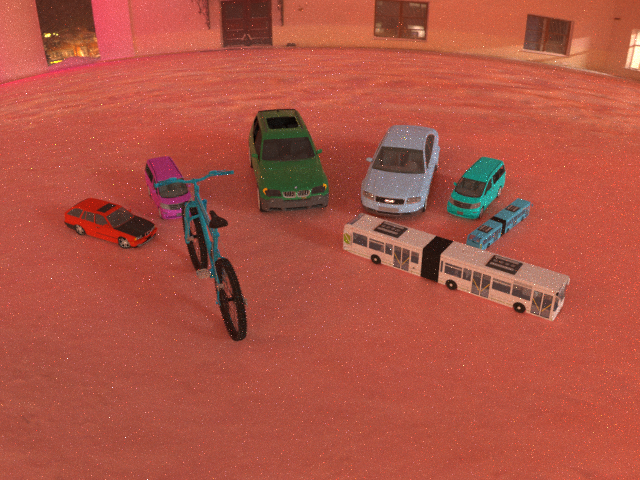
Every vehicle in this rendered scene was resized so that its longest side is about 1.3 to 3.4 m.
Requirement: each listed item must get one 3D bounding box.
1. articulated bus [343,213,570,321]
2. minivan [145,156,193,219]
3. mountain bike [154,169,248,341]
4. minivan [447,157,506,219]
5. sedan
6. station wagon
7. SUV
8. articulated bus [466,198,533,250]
[{"bbox_3d":[1.895,0.341,10.278,3.401,0.561,0.605,19,35,29],"label":"articulated bus"},{"bbox_3d":[-2.684,-0.930,12.407,0.681,0.616,1.548,-12,32,-20],"label":"minivan"},{"bbox_3d":[-1.509,0.099,9.574,1.114,1.688,2.857,-12,32,-20],"label":"mountain bike"},{"bbox_3d":[2.788,-0.930,12.408,0.681,0.616,1.548,17,34,27],"label":"minivan"},{"bbox_3d":[1.532,-1.430,12.943,1.235,0.940,3.137,7,31,12],"label":"sedan"},{"bbox_3d":[-3.441,-0.315,11.492,1.597,0.473,0.682,15,33,24],"label":"station wagon"},{"bbox_3d":[-0.644,-1.539,12.944,1.276,1.128,3.058,-5,31,-8],"label":"SUV"},{"bbox_3d":[2.974,-0.256,11.574,0.311,0.289,1.749,23,37,34],"label":"articulated bus"}]
